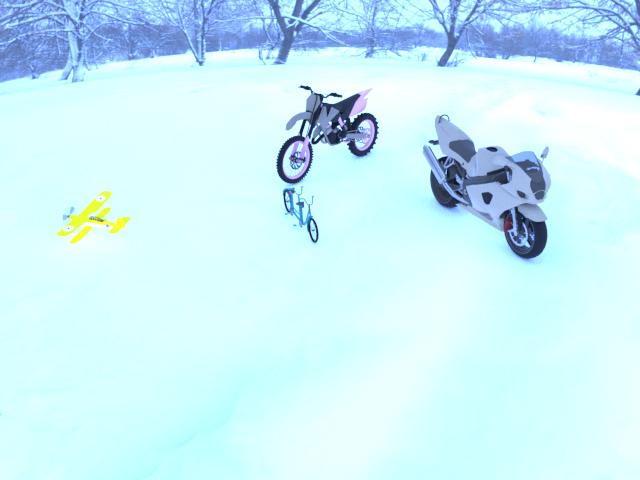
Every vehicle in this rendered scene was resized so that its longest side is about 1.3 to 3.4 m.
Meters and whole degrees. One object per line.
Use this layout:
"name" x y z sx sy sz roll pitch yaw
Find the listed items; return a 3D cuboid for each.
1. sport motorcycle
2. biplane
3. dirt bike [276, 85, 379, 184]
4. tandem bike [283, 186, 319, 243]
"sport motorcycle" 2.636 -0.910 11.163 0.983 1.596 2.955 -12 30 -22
"biplane" -3.569 -0.279 11.132 1.090 0.504 1.336 9 29 17
"dirt bike" 0.218 -2.148 13.479 1.024 1.666 2.903 23 35 37
"tandem bike" -0.332 -0.539 11.442 0.283 0.682 1.642 -10 29 -19
